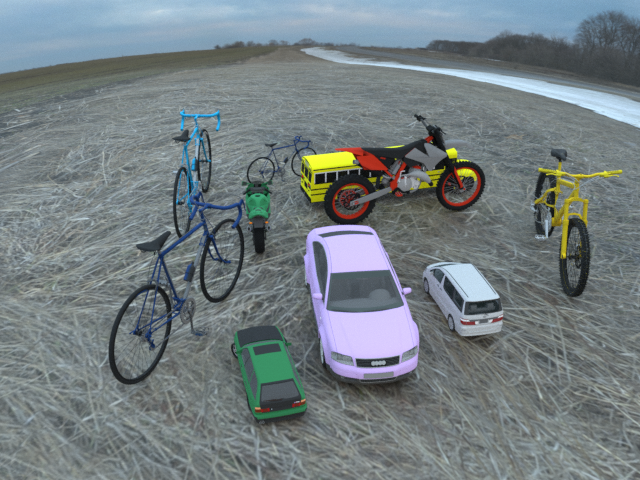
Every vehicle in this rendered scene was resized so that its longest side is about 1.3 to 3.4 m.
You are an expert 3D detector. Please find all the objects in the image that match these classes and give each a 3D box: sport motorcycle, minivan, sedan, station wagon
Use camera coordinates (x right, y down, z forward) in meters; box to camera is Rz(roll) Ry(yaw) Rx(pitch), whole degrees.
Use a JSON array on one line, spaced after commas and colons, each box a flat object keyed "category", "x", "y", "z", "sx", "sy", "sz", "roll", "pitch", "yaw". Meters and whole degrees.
[{"category": "sport motorcycle", "x": -0.981, "y": -0.412, "z": 11.161, "sx": 0.506, "sy": 0.821, "sz": 1.520, "roll": -2, "pitch": 28, "yaw": -5}, {"category": "minivan", "x": 1.869, "y": 0.667, "z": 9.318, "sx": 0.681, "sy": 0.616, "sz": 1.548, "roll": -6, "pitch": 28, "yaw": -10}, {"category": "sedan", "x": 0.472, "y": 0.623, "z": 9.052, "sx": 1.235, "sy": 0.940, "sz": 3.137, "roll": -3, "pitch": 28, "yaw": -6}, {"category": "station wagon", "x": -0.606, "y": 1.418, "z": 8.033, "sx": 0.682, "sy": 0.473, "sz": 1.597, "roll": -7, "pitch": 28, "yaw": -13}]

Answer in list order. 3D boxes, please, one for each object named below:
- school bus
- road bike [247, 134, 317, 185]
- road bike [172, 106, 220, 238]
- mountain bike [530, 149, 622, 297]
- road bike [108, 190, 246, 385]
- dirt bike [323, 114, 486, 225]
[{"category": "school bus", "x": 1.320, "y": -1.234, "z": 12.709, "sx": 3.322, "sy": 0.844, "sz": 0.709, "roll": -8, "pitch": 29, "yaw": -15}, {"category": "road bike", "x": -0.698, "y": -1.495, "z": 13.199, "sx": 1.545, "sy": 0.852, "sz": 0.358, "roll": -17, "pitch": 32, "yaw": -29}, {"category": "road bike", "x": -2.140, "y": -1.229, "z": 11.823, "sx": 0.696, "sy": 1.656, "sz": 3.004, "roll": 1, "pitch": 28, "yaw": 2}, {"category": "mountain bike", "x": 3.543, "y": -0.437, "z": 10.272, "sx": 1.114, "sy": 1.688, "sz": 2.857, "roll": 2, "pitch": 28, "yaw": 3}, {"category": "road bike", "x": -1.665, "y": 0.457, "z": 8.596, "sx": 0.696, "sy": 1.656, "sz": 3.004, "roll": 11, "pitch": 30, "yaw": 20}, {"category": "dirt bike", "x": 1.454, "y": -1.127, "z": 11.616, "sx": 2.903, "sy": 1.666, "sz": 1.024, "roll": -8, "pitch": 29, "yaw": -14}]
